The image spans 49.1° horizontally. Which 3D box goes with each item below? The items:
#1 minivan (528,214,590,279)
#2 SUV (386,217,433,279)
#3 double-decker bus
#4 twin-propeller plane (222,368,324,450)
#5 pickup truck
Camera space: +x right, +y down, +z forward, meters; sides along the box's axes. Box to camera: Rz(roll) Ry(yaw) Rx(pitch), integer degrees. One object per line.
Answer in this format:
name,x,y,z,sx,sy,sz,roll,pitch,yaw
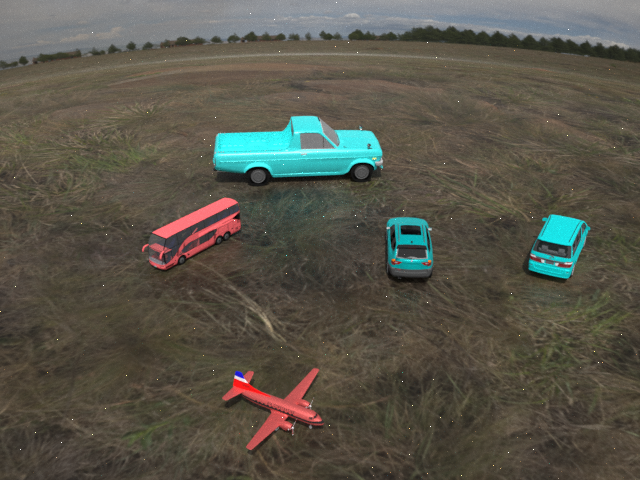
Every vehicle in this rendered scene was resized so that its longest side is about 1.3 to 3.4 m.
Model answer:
minivan,3.474,-0.009,10.099,0.681,0.616,1.548,14,31,24
SUV,1.285,0.016,10.091,0.656,0.580,1.572,2,28,4
double-decker bus,-1.849,-0.096,10.342,0.389,0.541,1.672,20,34,32
twin-propeller plane,-0.442,1.652,7.202,1.095,0.407,1.370,14,31,25
pickup truck,-0.408,-1.698,12.870,3.117,0.993,1.244,-3,28,-5
